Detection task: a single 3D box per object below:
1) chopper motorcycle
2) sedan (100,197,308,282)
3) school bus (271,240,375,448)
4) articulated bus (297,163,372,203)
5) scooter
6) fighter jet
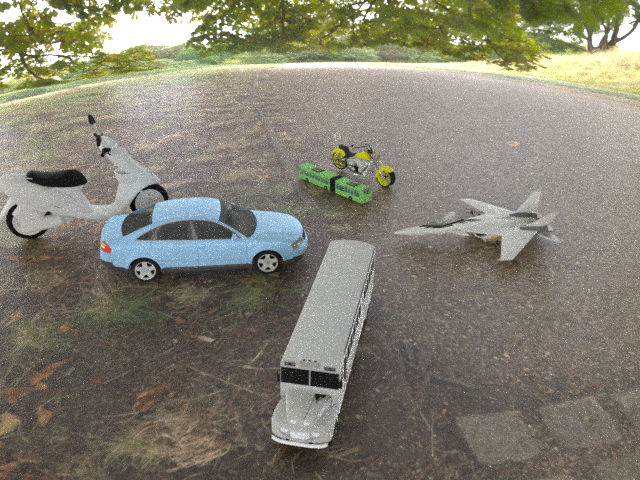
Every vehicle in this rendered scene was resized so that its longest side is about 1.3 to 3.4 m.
[{"bbox_3d":[0.828,-1.561,13.594,1.563,0.761,0.466,25,37,38],"label":"chopper motorcycle"},{"bbox_3d":[-1.753,-0.105,10.690,3.137,0.940,1.235,-3,28,-6],"label":"sedan"},{"bbox_3d":[0.119,1.121,8.503,0.709,0.844,3.322,6,29,10],"label":"school bus"},{"bbox_3d":[0.255,-1.086,13.207,0.311,0.289,1.749,-24,37,-38],"label":"articulated bus"},{"bbox_3d":[-3.887,-0.983,11.431,2.721,1.786,1.288,-11,30,-19],"label":"scooter"},{"bbox_3d":[2.508,-0.326,11.506,2.640,0.557,2.229,-3,28,-5],"label":"fighter jet"}]
